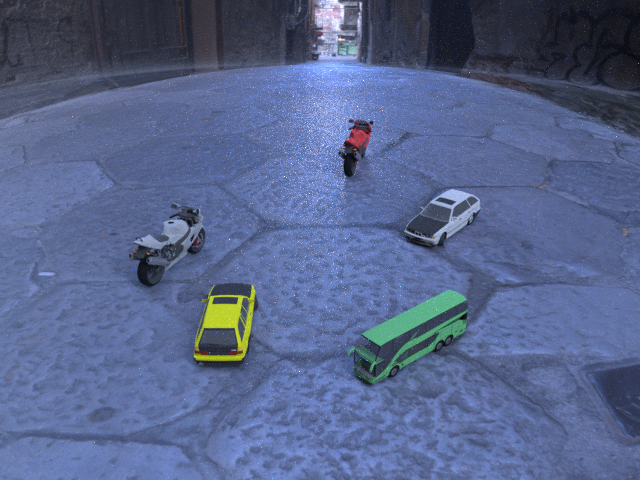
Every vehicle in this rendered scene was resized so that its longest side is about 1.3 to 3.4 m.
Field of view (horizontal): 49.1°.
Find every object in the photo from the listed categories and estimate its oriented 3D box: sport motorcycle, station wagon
[{"bbox_3d":[-2.097,0.040,9.908,0.506,0.821,1.520,12,29,23],"label":"sport motorcycle"},{"bbox_3d":[-1.138,0.918,8.564,0.682,0.473,1.597,0,27,0],"label":"station wagon"},{"bbox_3d":[0.701,-1.813,13.554,0.506,0.821,1.520,7,28,14],"label":"sport motorcycle"},{"bbox_3d":[1.965,-0.398,11.153,0.682,0.473,1.597,19,33,33],"label":"station wagon"}]

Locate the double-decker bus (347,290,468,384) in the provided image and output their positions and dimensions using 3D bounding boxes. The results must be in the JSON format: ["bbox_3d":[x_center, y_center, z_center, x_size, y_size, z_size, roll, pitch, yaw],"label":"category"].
[{"bbox_3d":[1.057,1.113,8.107,1.672,0.541,0.389,-21,34,-35],"label":"double-decker bus"}]
